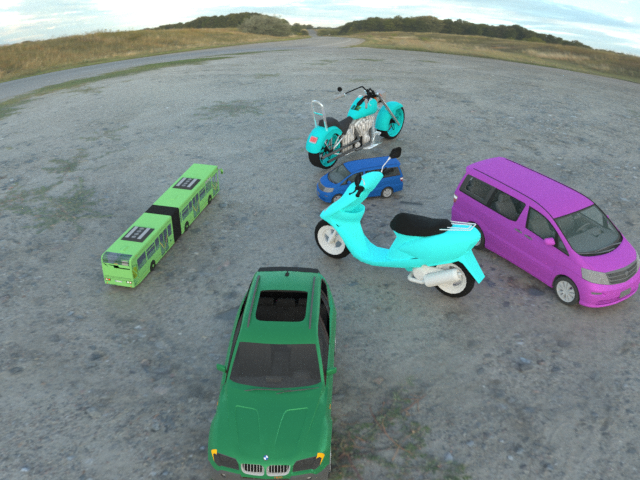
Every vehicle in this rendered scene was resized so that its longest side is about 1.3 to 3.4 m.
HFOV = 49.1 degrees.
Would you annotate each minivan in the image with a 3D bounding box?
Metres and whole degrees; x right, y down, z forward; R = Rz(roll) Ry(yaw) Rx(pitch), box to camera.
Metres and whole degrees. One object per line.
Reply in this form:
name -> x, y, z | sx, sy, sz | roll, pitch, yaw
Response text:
minivan -> 0.709, -1.089, 12.589 | 1.548, 0.616, 0.681 | -9, 31, -15
minivan -> 3.337, -0.186, 10.438 | 1.324, 1.197, 3.011 | -17, 34, -28

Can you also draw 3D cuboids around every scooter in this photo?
scooter -> 1.070, -0.234, 9.932 | 2.721, 1.786, 1.288 | 18, 34, 28

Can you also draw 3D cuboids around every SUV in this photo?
SUV -> -0.445, 1.373, 7.801 | 1.276, 1.128, 3.058 | 1, 30, 2

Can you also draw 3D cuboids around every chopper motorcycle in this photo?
chopper motorcycle -> 0.796, -2.424, 14.040 | 0.906, 1.480, 3.040 | 22, 37, 33

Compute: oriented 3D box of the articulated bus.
articulated bus -> -2.457, -0.346, 11.352 | 0.605, 0.561, 3.401 | 7, 31, 12
